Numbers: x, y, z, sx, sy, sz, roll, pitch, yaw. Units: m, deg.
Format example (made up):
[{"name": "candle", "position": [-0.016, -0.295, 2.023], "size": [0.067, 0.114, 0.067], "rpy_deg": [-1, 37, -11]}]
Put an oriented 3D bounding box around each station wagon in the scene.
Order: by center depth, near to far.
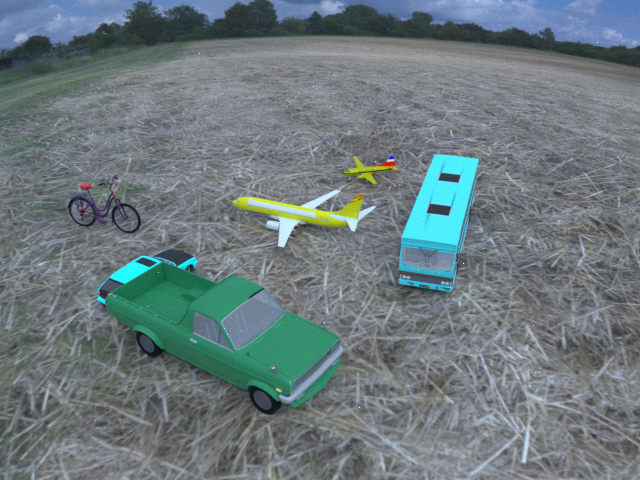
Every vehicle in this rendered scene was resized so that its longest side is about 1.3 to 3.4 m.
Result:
[{"name": "station wagon", "position": [-2.493, 0.506, 10.252], "size": [0.682, 0.473, 1.597], "rpy_deg": [17, 34, 27]}]

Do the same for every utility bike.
[{"name": "utility bike", "position": [-3.653, -0.629, 11.781], "size": [1.435, 0.946, 0.535], "rpy_deg": [8, 31, 15]}]

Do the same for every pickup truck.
[{"name": "pickup truck", "position": [-1.257, 1.029, 8.796], "size": [3.117, 0.993, 1.244], "rpy_deg": [18, 34, 29]}]

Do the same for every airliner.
[{"name": "airliner", "position": [-0.401, -0.618, 11.875], "size": [2.541, 0.835, 2.257], "rpy_deg": [13, 32, 21]}]

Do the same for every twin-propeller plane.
[{"name": "twin-propeller plane", "position": [0.965, -1.416, 13.724], "size": [1.095, 0.407, 1.370], "rpy_deg": [-7, 30, -12]}]

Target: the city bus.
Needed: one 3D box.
[{"name": "city bus", "position": [1.977, -0.354, 11.347], "size": [0.926, 0.894, 3.255], "rpy_deg": [8, 30, 14]}]
